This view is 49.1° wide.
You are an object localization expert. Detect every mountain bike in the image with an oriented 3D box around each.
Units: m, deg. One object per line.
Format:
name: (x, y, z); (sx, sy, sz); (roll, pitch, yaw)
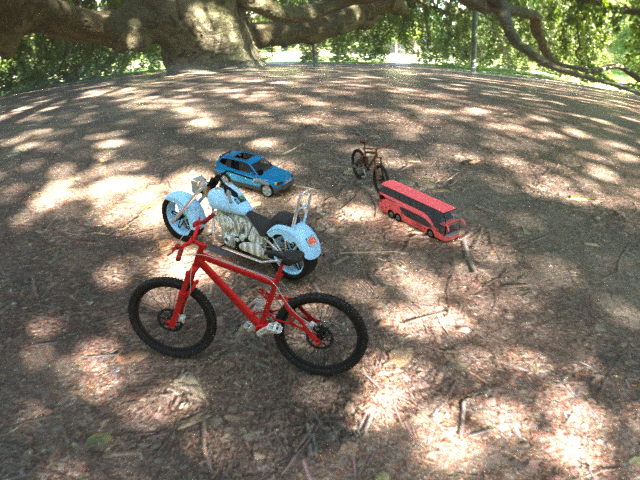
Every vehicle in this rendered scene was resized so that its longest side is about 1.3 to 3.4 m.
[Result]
mountain bike: (-0.864, 0.723, 7.930); (2.857, 1.688, 1.114); (5, 28, 10)
mountain bike: (0.923, -1.414, 12.991); (0.573, 0.868, 1.469); (-11, 29, -21)

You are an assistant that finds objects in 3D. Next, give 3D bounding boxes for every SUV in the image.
SUV: (-1.241, -1.273, 13.031); (1.572, 0.580, 0.656); (15, 31, 27)

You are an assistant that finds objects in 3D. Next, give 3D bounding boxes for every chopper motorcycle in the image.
chopper motorcycle: (-1.255, -0.384, 10.314); (3.040, 1.480, 0.906); (19, 33, 33)

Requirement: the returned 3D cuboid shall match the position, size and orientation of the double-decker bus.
double-decker bus: (1.636, -0.482, 11.533); (0.389, 0.541, 1.672); (-19, 33, -33)
